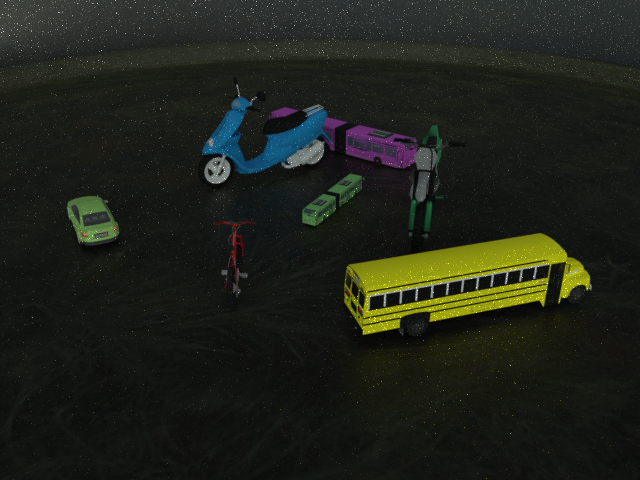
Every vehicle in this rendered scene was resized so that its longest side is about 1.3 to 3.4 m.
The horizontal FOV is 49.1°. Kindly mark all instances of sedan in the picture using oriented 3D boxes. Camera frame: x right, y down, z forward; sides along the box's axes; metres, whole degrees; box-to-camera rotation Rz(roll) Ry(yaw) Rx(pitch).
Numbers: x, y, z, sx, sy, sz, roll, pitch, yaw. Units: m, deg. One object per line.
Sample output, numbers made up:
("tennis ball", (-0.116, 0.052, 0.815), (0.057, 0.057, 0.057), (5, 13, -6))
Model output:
("sedan", (-3.621, -0.391, 11.088), (0.635, 0.483, 1.613), (-13, 30, -24))

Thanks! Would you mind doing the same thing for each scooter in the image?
("scooter", (-0.976, -1.995, 12.743), (2.721, 1.786, 1.288), (-15, 31, -26))

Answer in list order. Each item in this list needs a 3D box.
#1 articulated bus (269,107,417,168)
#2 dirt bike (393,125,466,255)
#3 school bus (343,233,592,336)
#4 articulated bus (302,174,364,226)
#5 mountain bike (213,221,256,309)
("articulated bus", (0.398, -2.113, 14.287), (3.401, 0.561, 0.605), (20, 34, 33))
("dirt bike", (1.633, -0.842, 10.674), (1.024, 1.666, 2.903), (6, 28, 11))
("school bus", (1.967, 0.531, 8.942), (3.322, 0.844, 0.709), (-9, 29, -16))
("articulated bus", (0.239, -0.701, 11.888), (0.311, 0.289, 1.749), (14, 31, 25))
("mountain bike", (-1.152, 0.272, 9.410), (0.573, 0.868, 1.469), (0, 28, -1))
